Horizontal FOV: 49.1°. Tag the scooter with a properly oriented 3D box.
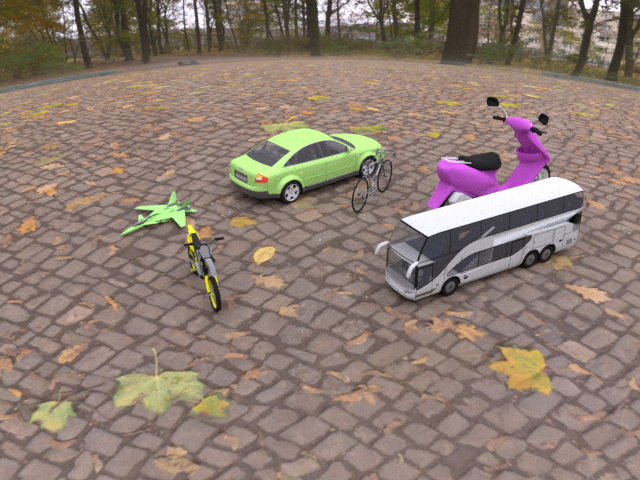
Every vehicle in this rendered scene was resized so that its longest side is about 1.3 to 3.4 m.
[{"bbox_3d":[2.868,-1.262,11.353,2.721,1.786,1.288,-17,32,-29],"label":"scooter"}]

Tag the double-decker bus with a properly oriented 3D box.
[{"bbox_3d":[2.321,-0.043,9.835,3.251,1.052,0.756,-15,31,-26],"label":"double-decker bus"}]

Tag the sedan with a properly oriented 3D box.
[{"bbox_3d":[-0.167,-1.517,12.741,3.137,0.940,1.235,-21,34,-34],"label":"sedan"}]

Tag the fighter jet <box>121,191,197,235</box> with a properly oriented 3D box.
[{"bbox_3d":[-2.690,-0.405,11.338,1.147,0.286,1.358,20,34,32],"label":"fighter jet"}]

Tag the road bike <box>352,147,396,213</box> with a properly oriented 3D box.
[{"bbox_3d":[0.908,-1.051,11.954,0.358,0.852,1.545,15,31,26],"label":"road bike"}]

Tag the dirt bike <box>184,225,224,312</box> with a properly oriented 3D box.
[{"bbox_3d":[-1.562,0.310,9.376,0.527,0.857,1.493,-11,30,-20],"label":"dirt bike"}]
